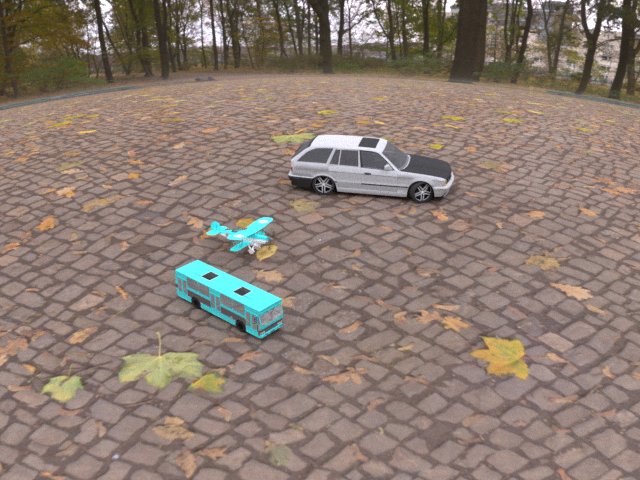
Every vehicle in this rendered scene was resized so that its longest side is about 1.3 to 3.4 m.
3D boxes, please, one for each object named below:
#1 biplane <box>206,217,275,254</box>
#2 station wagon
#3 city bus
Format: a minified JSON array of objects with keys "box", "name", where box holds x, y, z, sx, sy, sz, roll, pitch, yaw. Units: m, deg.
[{"box":[-1.230,-0.081,11.070,1.090,0.504,1.336,9,27,18],"name":"biplane"},{"box":[0.993,-1.426,13.356,3.105,0.920,1.327,6,27,12],"name":"station wagon"},{"box":[-1.237,0.784,9.345,1.674,0.460,0.476,21,33,36],"name":"city bus"}]
